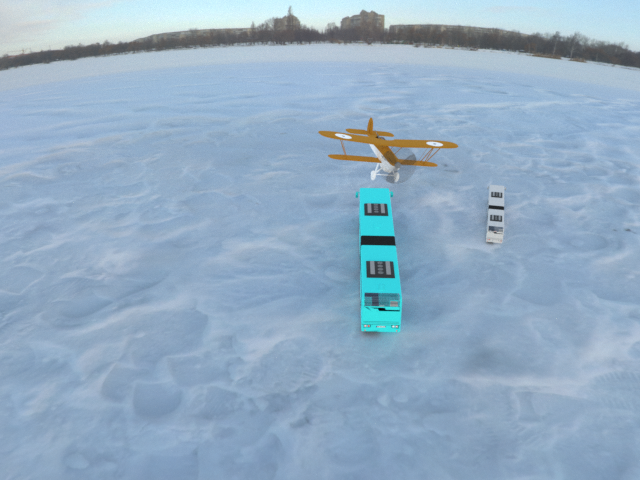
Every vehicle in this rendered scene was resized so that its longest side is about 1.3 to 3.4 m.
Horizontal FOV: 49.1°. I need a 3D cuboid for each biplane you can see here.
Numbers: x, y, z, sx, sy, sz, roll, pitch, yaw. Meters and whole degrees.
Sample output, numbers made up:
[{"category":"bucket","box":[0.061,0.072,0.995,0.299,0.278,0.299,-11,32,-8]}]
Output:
[{"category":"biplane","box":[1.184,-1.695,12.935,2.598,0.981,2.120,-5,28,-10]}]

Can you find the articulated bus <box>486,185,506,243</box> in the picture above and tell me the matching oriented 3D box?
[{"category":"articulated bus","box":[2.823,-0.442,11.249,0.311,0.289,1.749,6,28,12]}]

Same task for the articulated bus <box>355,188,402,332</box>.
[{"category":"articulated bus","box":[0.803,0.145,9.803,0.605,0.561,3.401,1,27,2]}]
